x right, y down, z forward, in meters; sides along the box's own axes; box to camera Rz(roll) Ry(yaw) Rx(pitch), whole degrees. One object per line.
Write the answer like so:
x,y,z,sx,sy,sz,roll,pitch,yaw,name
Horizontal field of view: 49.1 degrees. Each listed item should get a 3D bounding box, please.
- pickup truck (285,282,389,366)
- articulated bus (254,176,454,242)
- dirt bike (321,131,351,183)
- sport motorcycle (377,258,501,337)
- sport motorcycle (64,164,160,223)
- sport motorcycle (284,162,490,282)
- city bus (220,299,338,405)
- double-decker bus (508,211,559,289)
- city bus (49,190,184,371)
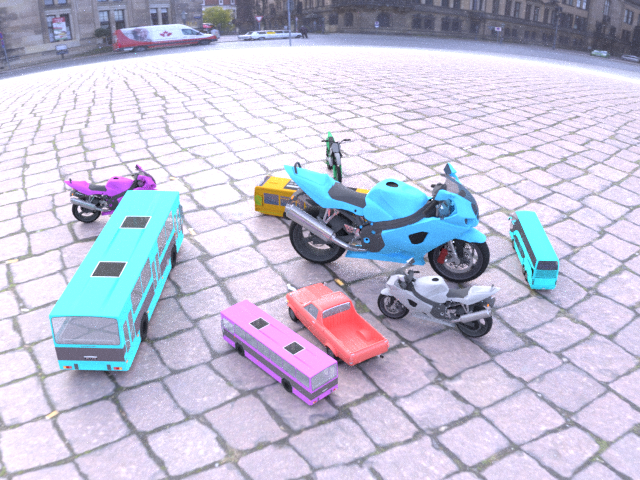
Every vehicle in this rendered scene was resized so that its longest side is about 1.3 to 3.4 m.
0.180,0.991,8.738,0.640,0.511,1.603,-17,34,-27,pickup truck
0.590,-0.512,11.334,3.401,0.561,0.605,9,31,16,articulated bus
0.262,-1.491,12.760,0.527,0.857,1.493,-4,30,-7,dirt bike
1.462,0.762,8.826,1.520,0.821,0.506,11,31,18,sport motorcycle
-3.327,-0.726,11.448,1.520,0.821,0.506,-8,31,-14,sport motorcycle
0.919,-0.249,9.823,2.955,1.596,0.983,8,30,13,sport motorcycle
-0.511,1.304,8.236,0.476,0.460,1.674,-24,38,-36,city bus
3.116,0.101,10.275,0.389,0.541,1.672,1,30,2,double-decker bus
-2.555,0.437,9.325,0.926,0.894,3.255,1,30,2,city bus
